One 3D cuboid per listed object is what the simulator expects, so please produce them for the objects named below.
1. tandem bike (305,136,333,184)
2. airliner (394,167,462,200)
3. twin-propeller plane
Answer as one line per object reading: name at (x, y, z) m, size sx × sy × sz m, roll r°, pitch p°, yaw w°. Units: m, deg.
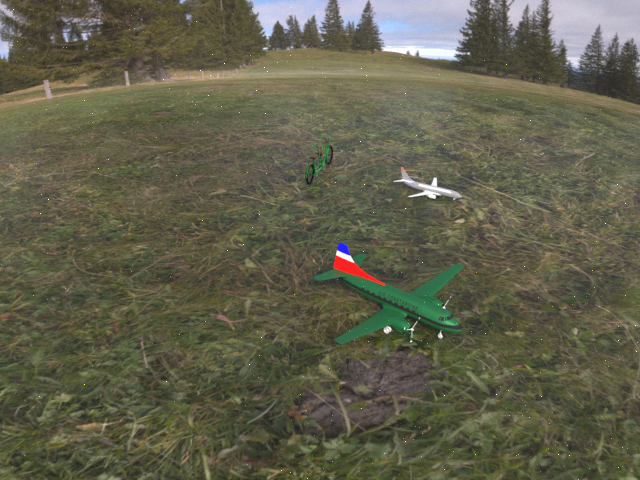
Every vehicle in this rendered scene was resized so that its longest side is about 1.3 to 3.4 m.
tandem bike at (-0.006, -1.651, 14.114) m, size 0.283 × 0.682 × 1.642 m, roll 9°, pitch 27°, yaw 17°
airliner at (2.071, -1.058, 13.181) m, size 1.307 × 0.429 × 1.161 m, roll 16°, pitch 30°, yaw 29°
twin-propeller plane at (0.970, 0.670, 9.210) m, size 2.129 × 0.792 × 2.663 m, roll 22°, pitch 33°, yaw 38°
